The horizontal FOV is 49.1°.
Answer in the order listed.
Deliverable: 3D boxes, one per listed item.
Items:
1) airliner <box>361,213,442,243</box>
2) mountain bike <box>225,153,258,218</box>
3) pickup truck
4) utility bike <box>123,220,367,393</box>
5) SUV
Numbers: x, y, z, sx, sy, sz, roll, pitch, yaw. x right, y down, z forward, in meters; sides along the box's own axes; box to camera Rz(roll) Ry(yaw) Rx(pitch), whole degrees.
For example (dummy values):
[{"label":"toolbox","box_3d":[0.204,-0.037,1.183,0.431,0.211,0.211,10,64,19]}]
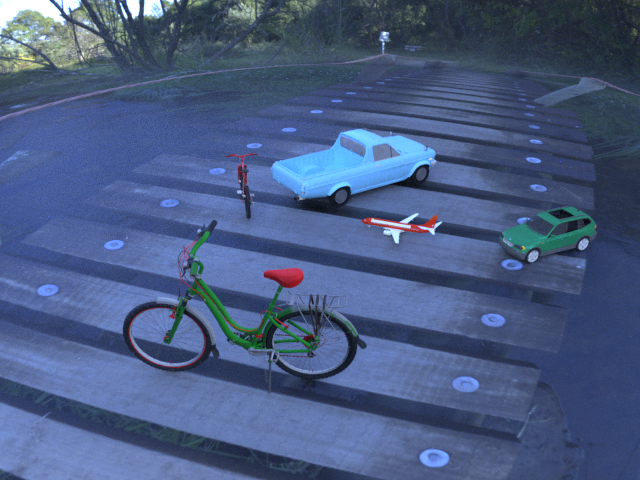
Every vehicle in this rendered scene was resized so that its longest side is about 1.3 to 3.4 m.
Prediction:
[{"label":"airliner","box_3d":[1.289,-0.310,11.388,1.307,0.429,1.161,11,30,20]},{"label":"mountain bike","box_3d":[-1.319,-0.992,12.223,0.573,0.868,1.469,-5,28,-10]},{"label":"pickup truck","box_3d":[0.675,-1.444,12.955,3.117,0.993,1.244,-17,32,-30]},{"label":"utility bike","box_3d":[-0.875,0.839,7.659,2.791,1.839,1.039,2,28,4]},{"label":"SUV","box_3d":[3.546,-0.124,10.868,1.572,0.580,0.656,-11,30,-21]}]
